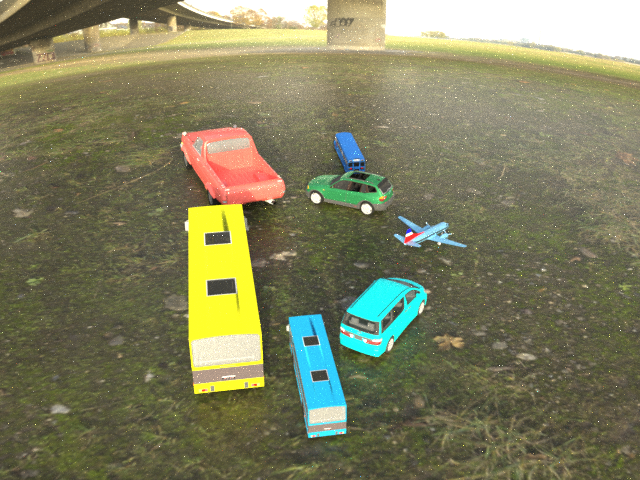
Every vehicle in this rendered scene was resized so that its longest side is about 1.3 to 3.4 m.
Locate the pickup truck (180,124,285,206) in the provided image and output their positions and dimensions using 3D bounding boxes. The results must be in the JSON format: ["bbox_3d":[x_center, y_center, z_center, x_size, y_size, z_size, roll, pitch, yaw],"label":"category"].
[{"bbox_3d":[-1.679,-1.458,12.846,1.244,0.993,3.117,-12,31,-20],"label":"pickup truck"}]

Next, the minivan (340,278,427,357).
[{"bbox_3d":[0.856,0.872,9.037,0.681,0.616,1.548,16,33,27],"label":"minivan"}]

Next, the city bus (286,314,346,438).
[{"bbox_3d":[-0.054,1.525,8.020,0.476,0.460,1.674,-4,29,-8],"label":"city bus"}]

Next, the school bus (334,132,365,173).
[{"bbox_3d":[0.565,-1.740,13.931,0.365,0.434,1.708,-4,29,-7],"label":"school bus"}]

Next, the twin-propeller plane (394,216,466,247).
[{"bbox_3d":[1.697,-0.138,11.072,1.095,0.407,1.370,-24,37,-36],"label":"twin-propeller plane"}]

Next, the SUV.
[{"bbox_3d":[0.521,-0.904,12.274,1.572,0.580,0.656,13,32,23],"label":"SUV"}]

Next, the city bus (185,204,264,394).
[{"bbox_3d":[-1.282,0.651,9.149,0.926,0.894,3.255,-5,29,-8],"label":"city bus"}]
